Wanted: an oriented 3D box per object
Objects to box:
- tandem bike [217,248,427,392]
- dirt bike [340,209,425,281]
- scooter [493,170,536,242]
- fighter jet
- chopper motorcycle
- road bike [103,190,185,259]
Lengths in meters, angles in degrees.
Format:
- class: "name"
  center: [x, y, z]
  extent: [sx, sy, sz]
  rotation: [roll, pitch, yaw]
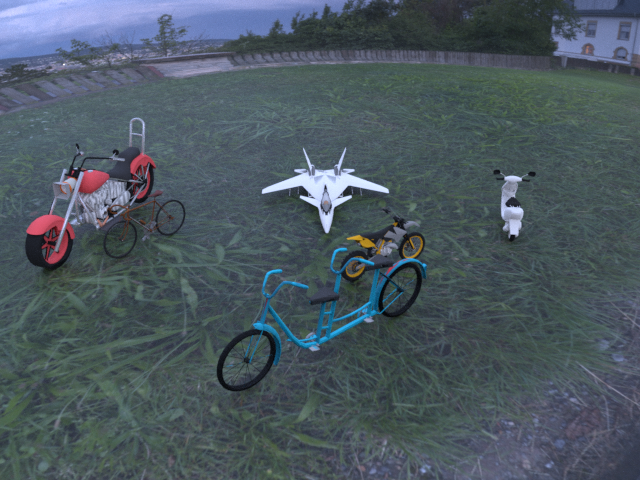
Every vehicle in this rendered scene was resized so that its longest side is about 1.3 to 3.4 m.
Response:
- class: "tandem bike"
  center: [0.145, 0.742, 8.269]
  extent: [3.192, 1.326, 0.550]
  rotation: [-21, 34, -33]
- class: "dirt bike"
  center: [0.922, 0.062, 10.029]
  extent: [1.493, 0.857, 0.527]
  rotation: [-16, 32, -28]
- class: "scooter"
  center: [3.081, -0.624, 11.240]
  extent: [0.662, 0.919, 1.399]
  rotation: [4, 29, 7]
- class: "fighter jet"
  center: [0.097, -0.884, 12.106]
  extent: [2.229, 0.557, 2.640]
  rotation: [0, 28, -1]
- class: "chopper motorcycle"
  center: [-3.538, -0.792, 10.959]
  extent: [0.906, 1.480, 3.040]
  rotation: [10, 30, 18]
- class: "road bike"
  center: [-2.667, -0.292, 10.693]
  extent: [0.358, 0.852, 1.545]
  rotation: [22, 35, 34]
